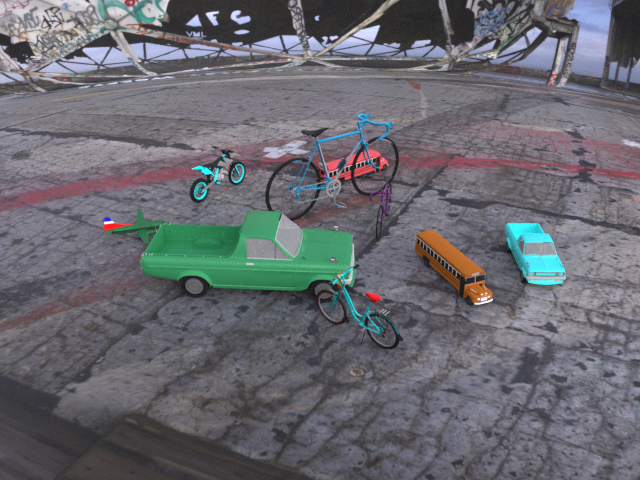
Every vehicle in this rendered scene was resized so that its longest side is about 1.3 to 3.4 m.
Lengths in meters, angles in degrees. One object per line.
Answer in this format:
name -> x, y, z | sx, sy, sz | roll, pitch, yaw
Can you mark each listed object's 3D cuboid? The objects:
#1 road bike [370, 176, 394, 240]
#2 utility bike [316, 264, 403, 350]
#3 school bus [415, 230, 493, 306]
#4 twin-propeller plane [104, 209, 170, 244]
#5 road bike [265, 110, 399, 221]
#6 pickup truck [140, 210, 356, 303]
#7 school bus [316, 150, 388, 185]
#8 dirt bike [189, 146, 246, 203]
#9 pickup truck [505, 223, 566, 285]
road bike -> 1.101, -0.616, 11.973 | 0.358, 0.852, 1.545 | 7, 28, 12
utility bike -> 0.457, 0.878, 9.012 | 1.435, 0.946, 0.535 | 22, 35, 36
school bus -> 1.991, 0.401, 10.476 | 0.365, 0.434, 1.708 | -11, 29, -20
twin-propeller plane -> -3.074, -0.257, 11.765 | 1.095, 0.407, 1.370 | -9, 29, -16
road bike -> 0.292, -1.339, 12.488 | 3.004, 1.656, 0.696 | -19, 33, -32
pickup truck -> -1.013, 0.156, 10.343 | 3.117, 0.993, 1.244 | 2, 28, 4
school bus -> 0.684, -1.464, 14.046 | 1.708, 0.434, 0.365 | -21, 34, -35
dirt bike -> -1.931, -1.283, 13.244 | 0.527, 0.857, 1.493 | 19, 33, 32
pickup truck -> 3.323, 0.143, 10.888 | 0.640, 0.511, 1.603 | 0, 28, 1
